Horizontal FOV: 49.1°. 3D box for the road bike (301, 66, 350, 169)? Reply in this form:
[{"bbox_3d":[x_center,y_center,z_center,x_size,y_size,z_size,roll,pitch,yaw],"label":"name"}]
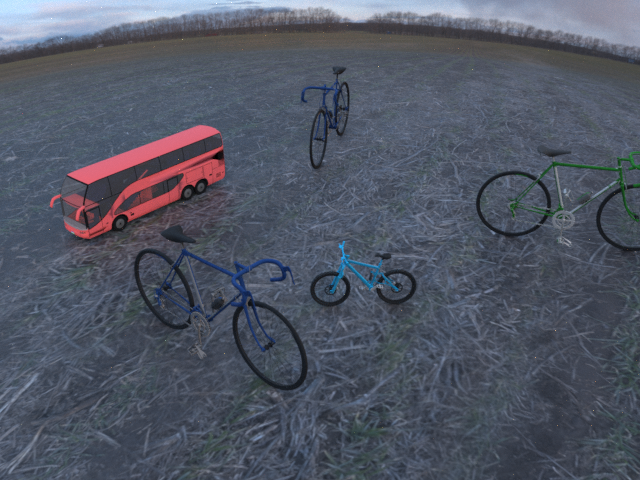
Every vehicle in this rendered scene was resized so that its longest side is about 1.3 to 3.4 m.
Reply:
[{"bbox_3d":[0.231,-2.611,14.248,0.696,1.656,3.004,8,31,14],"label":"road bike"}]

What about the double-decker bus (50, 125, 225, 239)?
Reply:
[{"bbox_3d":[-3.010,-1.036,12.100,0.756,1.052,3.251,22,36,33],"label":"double-decker bus"}]

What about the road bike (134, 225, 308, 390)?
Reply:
[{"bbox_3d":[-1.307,0.715,8.429,3.004,1.656,0.697,22,36,33],"label":"road bike"}]

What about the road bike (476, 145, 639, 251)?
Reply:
[{"bbox_3d":[3.976,-0.668,10.848,3.004,1.656,0.697,7,31,13],"label":"road bike"}]

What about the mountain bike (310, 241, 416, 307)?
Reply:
[{"bbox_3d":[0.597,0.524,9.557,1.469,0.868,0.573,-2,30,-3],"label":"mountain bike"}]
